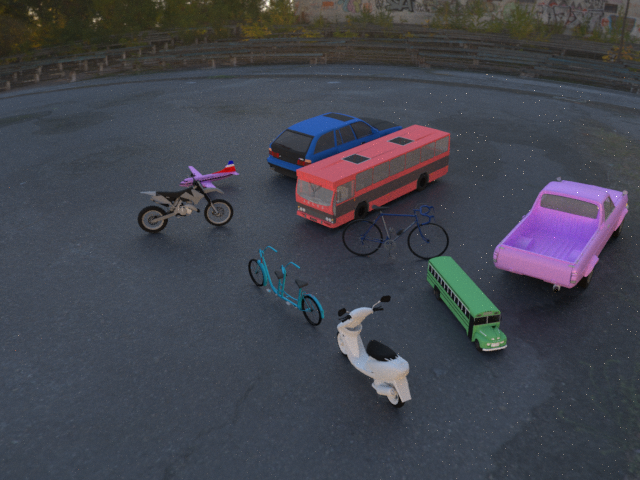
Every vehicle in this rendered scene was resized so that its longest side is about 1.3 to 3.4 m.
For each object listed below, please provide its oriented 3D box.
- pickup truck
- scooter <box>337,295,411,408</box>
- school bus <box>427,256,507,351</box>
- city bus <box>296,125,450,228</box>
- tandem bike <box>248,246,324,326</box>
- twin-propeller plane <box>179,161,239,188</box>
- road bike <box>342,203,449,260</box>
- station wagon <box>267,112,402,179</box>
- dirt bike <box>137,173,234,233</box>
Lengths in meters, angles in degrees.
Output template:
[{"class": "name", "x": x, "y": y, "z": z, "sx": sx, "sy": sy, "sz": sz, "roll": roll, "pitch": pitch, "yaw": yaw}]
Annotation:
[{"class": "pickup truck", "x": 3.590, "y": -0.231, "z": 10.170, "sx": 1.244, "sy": 0.993, "sz": 3.117, "roll": 17, "pitch": 31, "yaw": 29}, {"class": "scooter", "x": 0.551, "y": 1.138, "z": 7.544, "sx": 0.662, "sy": 0.919, "sz": 1.399, "roll": -14, "pitch": 30, "yaw": -25}, {"class": "school bus", "x": 1.828, "y": 0.778, "z": 8.793, "sx": 0.365, "sy": 0.434, "sz": 1.708, "roll": -7, "pitch": 28, "yaw": -13}, {"class": "city bus", "x": 0.993, "y": -1.129, "z": 12.057, "sx": 0.926, "sy": 0.894, "sz": 3.255, "roll": 23, "pitch": 34, "yaw": 37}, {"class": "tandem bike", "x": -0.471, "y": 0.540, "z": 8.990, "sx": 0.283, "sy": 0.682, "sz": 1.642, "roll": -20, "pitch": 33, "yaw": -34}, {"class": "twin-propeller plane", "x": -2.029, "y": -1.167, "z": 12.672, "sx": 1.095, "sy": 0.407, "sz": 1.370, "roll": -14, "pitch": 30, "yaw": -26}, {"class": "road bike", "x": 1.091, "y": -0.121, "z": 10.109, "sx": 1.545, "sy": 0.852, "sz": 0.358, "roll": 3, "pitch": 27, "yaw": 6}, {"class": "station wagon", "x": 0.401, "y": -1.994, "z": 13.740, "sx": 1.327, "sy": 0.920, "sz": 3.105, "roll": 22, "pitch": 34, "yaw": 36}, {"class": "dirt bike", "x": -2.112, "y": -0.553, "z": 10.959, "sx": 1.493, "sy": 0.857, "sz": 0.527, "roll": -6, "pitch": 27, "yaw": -12}]
